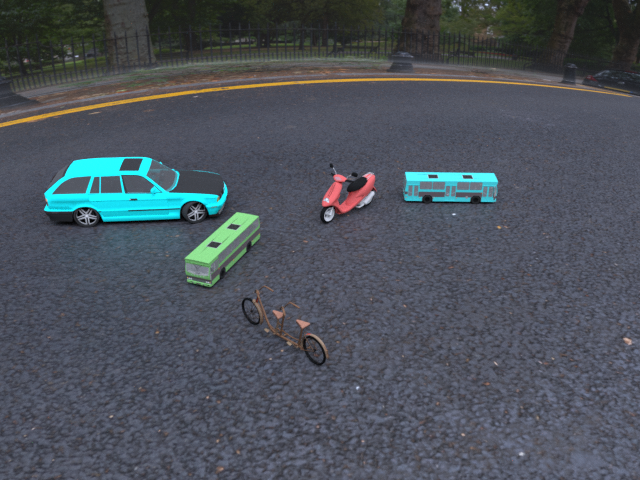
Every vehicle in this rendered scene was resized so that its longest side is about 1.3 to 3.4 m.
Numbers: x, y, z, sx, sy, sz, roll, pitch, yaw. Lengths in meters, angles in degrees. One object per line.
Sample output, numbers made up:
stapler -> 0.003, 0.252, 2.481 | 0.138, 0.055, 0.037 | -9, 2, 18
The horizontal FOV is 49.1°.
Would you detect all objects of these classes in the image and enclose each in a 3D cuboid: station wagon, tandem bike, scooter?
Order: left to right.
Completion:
station wagon -> -3.209, -0.924, 12.379 | 3.105, 0.920, 1.327 | -2, 28, -4
tandem bike -> -0.484, 1.050, 8.981 | 1.642, 0.682, 0.283 | 25, 37, 38
scooter -> 0.512, -0.883, 12.306 | 1.399, 0.919, 0.662 | -25, 37, -38

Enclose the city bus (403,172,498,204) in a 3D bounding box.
city bus -> 2.393, -0.957, 12.925 | 1.674, 0.460, 0.476 | 1, 28, 2

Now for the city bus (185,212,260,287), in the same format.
city bus -> -1.483, 0.137, 10.901 | 0.476, 0.460, 1.674 | 11, 30, 19
